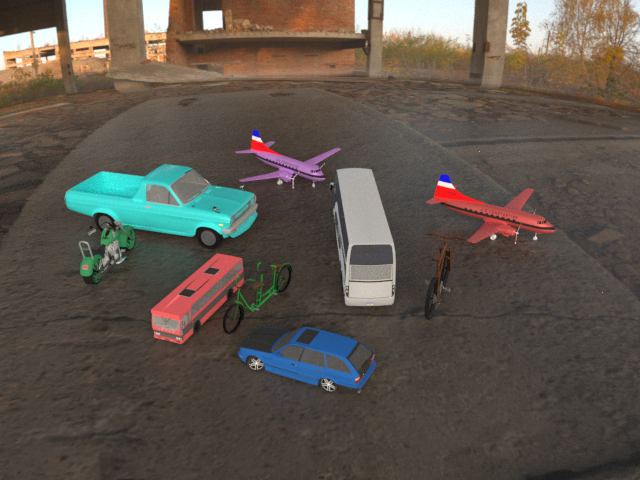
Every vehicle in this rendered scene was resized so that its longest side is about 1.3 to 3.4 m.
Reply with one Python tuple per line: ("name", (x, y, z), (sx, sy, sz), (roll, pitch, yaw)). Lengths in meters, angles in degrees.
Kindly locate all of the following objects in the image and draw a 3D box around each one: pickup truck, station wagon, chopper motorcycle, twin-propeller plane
("pickup truck", (-2.630, -0.684, 11.633), (3.117, 0.993, 1.244), (8, 27, 16))
("station wagon", (-0.170, 1.299, 8.098), (1.597, 0.473, 0.682), (11, 28, 22))
("chopper motorcycle", (-3.119, 0.061, 10.348), (0.466, 0.761, 1.563), (4, 26, 9))
("twin-propeller plane", (-0.667, -1.601, 13.780), (2.129, 0.792, 2.663), (23, 34, 39))
("twin-propeller plane", (2.853, -0.537, 11.560), (2.129, 0.792, 2.663), (16, 30, 30))

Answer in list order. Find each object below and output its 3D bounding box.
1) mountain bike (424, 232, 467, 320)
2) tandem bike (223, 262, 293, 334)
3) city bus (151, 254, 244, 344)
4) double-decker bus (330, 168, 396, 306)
("mountain bike", (1.615, 0.438, 9.436), (0.573, 0.868, 1.469), (9, 27, 18))
("tandem bike", (-0.794, 0.633, 9.245), (0.283, 0.682, 1.642), (14, 29, 26))
("city bus", (-1.574, 0.754, 9.250), (0.476, 0.460, 1.674), (10, 27, 19))
("double-decker bus", (0.602, -0.174, 10.502), (0.756, 1.052, 3.251), (-1, 26, -2))
